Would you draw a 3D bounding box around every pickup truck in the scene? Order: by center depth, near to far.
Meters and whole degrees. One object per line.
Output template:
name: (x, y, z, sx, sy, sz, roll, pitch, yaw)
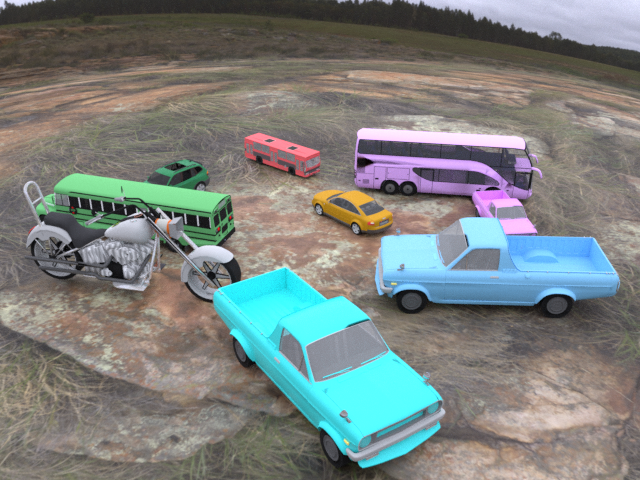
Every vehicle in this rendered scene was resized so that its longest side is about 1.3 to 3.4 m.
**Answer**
pickup truck: (-0.034, 1.172, 7.735, 1.244, 0.993, 3.117, -17, 32, -29)
pickup truck: (2.311, 0.294, 9.406, 3.117, 0.993, 1.244, 1, 28, 2)
pickup truck: (2.958, -0.418, 11.278, 0.640, 0.511, 1.603, -3, 28, -6)

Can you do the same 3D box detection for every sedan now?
sedan: (0.507, -0.550, 11.558, 0.635, 0.483, 1.613, -21, 34, -35)

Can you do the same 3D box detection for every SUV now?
SUV: (-2.652, -0.973, 12.258, 0.656, 0.580, 1.572, 20, 34, 34)

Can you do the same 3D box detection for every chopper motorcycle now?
chopper motorcycle: (-2.561, 0.026, 9.392, 3.040, 1.480, 0.906, 6, 28, 11)

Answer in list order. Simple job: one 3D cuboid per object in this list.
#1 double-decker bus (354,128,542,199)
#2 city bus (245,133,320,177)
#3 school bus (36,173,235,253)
double-decker bus: (2.238, -1.344, 12.457, 3.251, 1.052, 0.756, 5, 28, 9)
city bus: (-0.752, -1.649, 13.673, 1.674, 0.460, 0.476, 22, 35, 36)
school bus: (-2.993, -0.462, 11.003, 3.322, 0.844, 0.709, 9, 29, 16)
